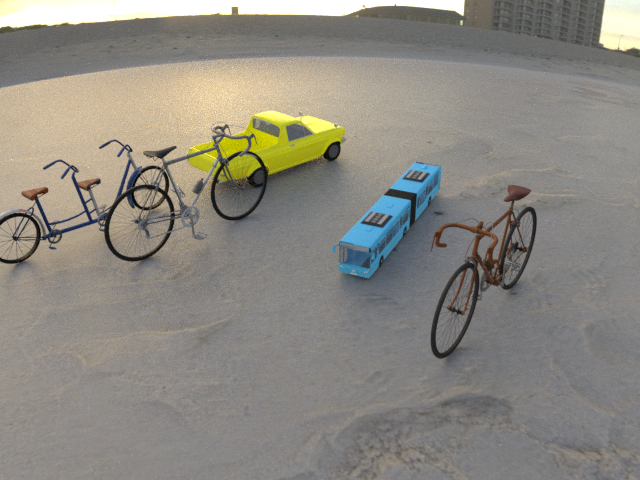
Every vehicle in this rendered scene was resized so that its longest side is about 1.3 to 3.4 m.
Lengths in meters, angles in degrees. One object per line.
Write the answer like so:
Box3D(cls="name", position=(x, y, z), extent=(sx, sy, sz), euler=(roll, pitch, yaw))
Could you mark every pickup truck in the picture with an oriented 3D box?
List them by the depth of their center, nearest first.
Box3D(cls="pickup truck", position=(-0.933, -1.828, 13.188), extent=(3.117, 0.993, 1.244), euler=(-24, 36, -37))

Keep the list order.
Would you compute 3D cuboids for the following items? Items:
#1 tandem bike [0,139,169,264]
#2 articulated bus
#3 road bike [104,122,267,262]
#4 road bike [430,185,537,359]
Box3D(cls="tandem bike", position=(-3.613, -0.668, 10.652), extent=(0.550, 1.326, 3.192), euler=(22, 35, 36))
Box3D(cls="articulated bus", position=(1.174, -0.417, 10.993), extent=(0.605, 0.561, 3.401), euler=(13, 30, 22))
Box3D(cls="road bike", position=(-1.922, -0.767, 10.486), extent=(0.697, 1.656, 3.004), euler=(24, 36, 38))
Box3D(cls="road bike", position=(2.107, 0.245, 8.584), extent=(0.697, 1.656, 3.004), euler=(19, 33, 31))
